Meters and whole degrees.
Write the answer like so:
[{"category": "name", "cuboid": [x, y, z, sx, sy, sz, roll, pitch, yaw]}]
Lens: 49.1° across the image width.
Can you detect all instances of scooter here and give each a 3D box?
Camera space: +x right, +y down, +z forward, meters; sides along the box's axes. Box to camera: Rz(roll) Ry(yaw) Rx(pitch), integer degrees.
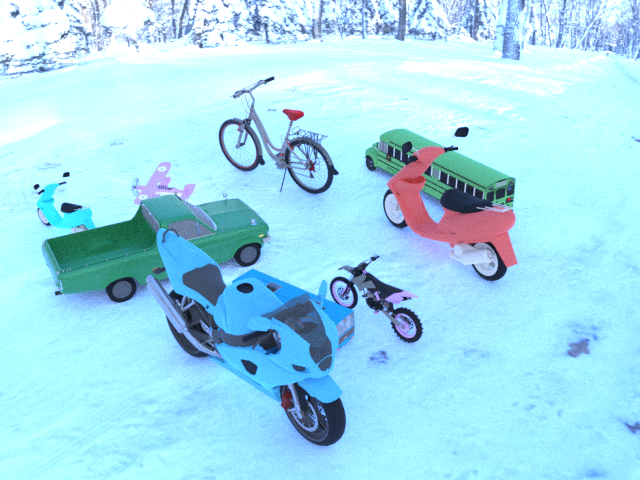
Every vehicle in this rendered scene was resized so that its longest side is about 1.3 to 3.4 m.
[{"category": "scooter", "cuboid": [-4.014, -0.508, 10.950, 1.399, 0.919, 0.662, 18, 34, 29]}, {"category": "scooter", "cuboid": [1.839, -0.604, 10.226, 1.288, 1.786, 2.721, -19, 34, -30]}]

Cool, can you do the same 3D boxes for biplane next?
[{"category": "biplane", "cuboid": [-2.686, -0.842, 11.984, 1.090, 0.504, 1.336, 5, 29, 9]}]

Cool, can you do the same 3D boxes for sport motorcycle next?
[{"category": "sport motorcycle", "cuboid": [-0.817, 0.988, 7.535, 0.983, 1.596, 2.955, -25, 38, -38]}]

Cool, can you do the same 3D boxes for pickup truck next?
[{"category": "pickup truck", "cuboid": [-2.286, -0.019, 9.986, 3.117, 0.993, 1.244, -16, 32, -26]}]

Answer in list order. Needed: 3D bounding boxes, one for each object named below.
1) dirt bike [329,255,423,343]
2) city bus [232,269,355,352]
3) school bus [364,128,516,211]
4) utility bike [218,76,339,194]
[{"category": "dirt bike", "cuboid": [0.682, 0.707, 8.811, 1.493, 0.857, 0.527, 24, 37, 37]}, {"category": "city bus", "cuboid": [-0.363, 0.893, 8.884, 1.674, 0.460, 0.476, 20, 35, 32]}, {"category": "school bus", "cuboid": [1.962, -1.231, 12.338, 0.709, 0.844, 3.322, -17, 33, -29]}, {"category": "utility bike", "cuboid": [-0.871, -1.814, 12.366, 2.791, 1.839, 1.039, 20, 35, 32]}]
